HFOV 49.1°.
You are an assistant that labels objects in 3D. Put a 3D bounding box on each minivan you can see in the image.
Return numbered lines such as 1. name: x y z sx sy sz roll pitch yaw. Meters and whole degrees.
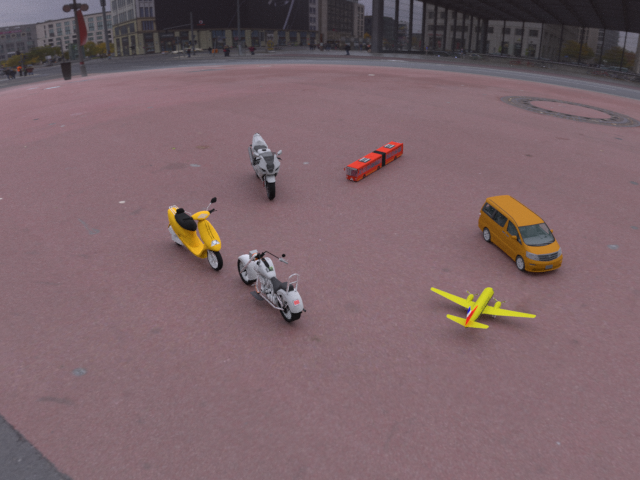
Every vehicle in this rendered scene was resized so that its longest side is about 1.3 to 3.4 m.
1. minivan: 2.956 -0.105 10.344 0.681 0.616 1.548 -9 29 -16

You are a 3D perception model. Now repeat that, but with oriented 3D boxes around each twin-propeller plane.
1. twin-propeller plane: 2.009 0.802 8.821 1.370 0.407 1.095 14 31 26

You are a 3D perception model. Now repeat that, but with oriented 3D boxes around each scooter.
1. scooter: -1.832 -0.169 10.138 0.662 0.919 1.399 -22 34 -35

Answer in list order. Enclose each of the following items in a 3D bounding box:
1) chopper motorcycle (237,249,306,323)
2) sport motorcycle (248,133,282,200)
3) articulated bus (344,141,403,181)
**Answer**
1. chopper motorcycle: -0.679 0.472 9.072 0.466 0.761 1.563 -16 32 -28
2. sport motorcycle: -0.991 -1.326 12.477 0.506 0.821 1.520 -7 28 -13
3. articulated bus: 1.068 -1.531 13.449 0.311 0.289 1.749 18 32 31
